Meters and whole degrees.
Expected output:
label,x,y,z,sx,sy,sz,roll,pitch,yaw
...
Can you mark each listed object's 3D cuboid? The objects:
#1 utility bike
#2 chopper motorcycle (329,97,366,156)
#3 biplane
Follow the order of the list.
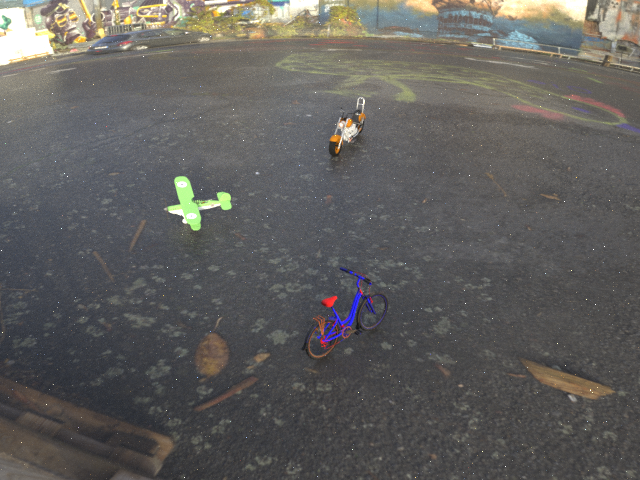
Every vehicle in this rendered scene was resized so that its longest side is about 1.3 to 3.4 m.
label,x,y,z,sx,sy,sz,roll,pitch,yaw
utility bike,0.296,0.862,8.560,1.435,0.946,0.535,-24,38,-34
chopper motorcycle,0.550,-2.276,14.004,0.466,0.761,1.563,13,33,21
biplane,-1.981,-0.554,11.366,1.090,0.504,1.336,-10,32,-16
